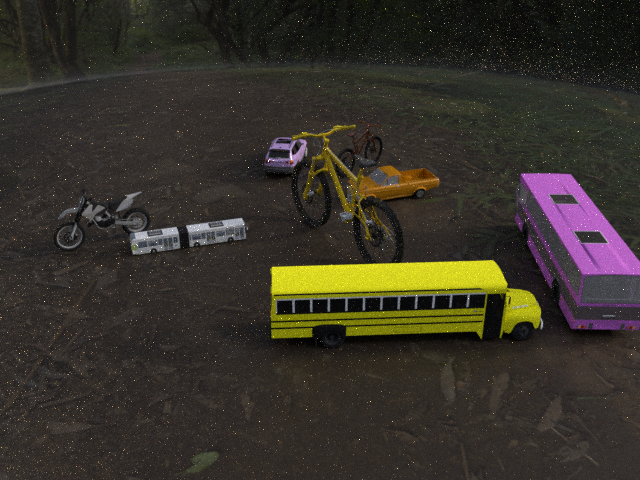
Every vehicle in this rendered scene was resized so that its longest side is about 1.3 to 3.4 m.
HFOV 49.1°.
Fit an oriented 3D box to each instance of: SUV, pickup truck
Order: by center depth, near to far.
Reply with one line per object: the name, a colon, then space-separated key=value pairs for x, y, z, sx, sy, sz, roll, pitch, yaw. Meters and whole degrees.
pickup truck: x=1.284 y=-1.014 z=12.345 sx=1.603 sy=0.511 sz=0.640 roll=-9 pitch=28 yaw=-18
SUV: x=-0.658 y=-1.728 z=13.677 sx=0.656 sy=0.580 sz=1.572 roll=4 pitch=27 yaw=8

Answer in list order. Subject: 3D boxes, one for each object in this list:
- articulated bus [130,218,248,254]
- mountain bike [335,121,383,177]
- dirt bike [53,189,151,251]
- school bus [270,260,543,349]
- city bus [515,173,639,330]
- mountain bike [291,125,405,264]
articulated bus: x=-1.993 y=-0.058 z=10.704 sx=1.749 sy=0.289 sz=0.311 roll=-9 pitch=28 yaw=-17
mountain bike: x=0.769 y=-1.746 z=13.394 sx=0.573 sy=0.868 sz=1.469 roll=20 pitch=33 yaw=34
dirt bike: x=-3.309 y=-0.337 z=10.626 sx=1.493 sy=0.857 sz=0.527 roll=-16 pitch=31 yaw=-28
school bus: x=1.050 y=0.748 z=8.500 sx=3.322 sy=0.844 sz=0.709 roll=-2 pitch=27 yaw=-3
city bus: x=3.501 y=0.078 z=9.765 sx=0.926 sy=0.894 sz=3.255 roll=1 pitch=27 yaw=1
mountain bike: x=0.335 y=-0.672 z=10.369 sx=1.114 sy=1.688 sz=2.857 roll=-16 pitch=31 yaw=-29
